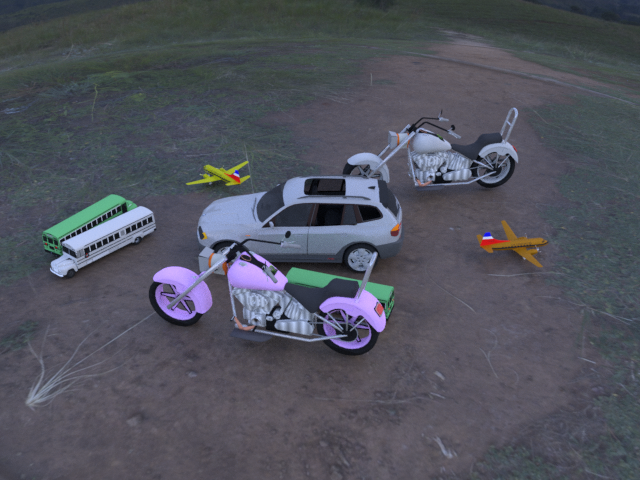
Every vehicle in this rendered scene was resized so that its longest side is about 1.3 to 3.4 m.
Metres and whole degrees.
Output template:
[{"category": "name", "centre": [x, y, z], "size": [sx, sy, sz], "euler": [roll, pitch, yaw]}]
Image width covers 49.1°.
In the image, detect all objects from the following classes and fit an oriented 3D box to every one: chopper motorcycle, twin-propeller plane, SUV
[{"category": "chopper motorcycle", "centre": [-0.695, 0.585, 8.451], "size": [3.040, 1.480, 0.906], "euler": [9, 32, 15]}, {"category": "twin-propeller plane", "centre": [2.909, 0.023, 10.439], "size": [1.095, 0.407, 1.370], "euler": [-5, 31, -9]}, {"category": "SUV", "centre": [-0.286, -0.311, 10.294], "size": [3.058, 1.128, 1.276], "euler": [1, 31, 1]}, {"category": "chopper motorcycle", "centre": [1.906, -1.478, 11.906], "size": [3.040, 1.480, 0.906], "euler": [-4, 31, -6]}, {"category": "twin-propeller plane", "centre": [-1.759, -1.201, 12.490], "size": [1.370, 0.407, 1.095], "euler": [-26, 40, -37]}]

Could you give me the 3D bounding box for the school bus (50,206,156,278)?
[{"category": "school bus", "centre": [-3.222, 0.019, 10.419], "size": [0.365, 0.434, 1.708], "euler": [22, 37, 32]}]

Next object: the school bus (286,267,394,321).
[{"category": "school bus", "centre": [0.119, 0.703, 9.273], "size": [1.708, 0.434, 0.365], "euler": [10, 32, 16]}]

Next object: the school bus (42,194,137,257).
[{"category": "school bus", "centre": [-3.528, -0.279, 10.918], "size": [0.365, 0.434, 1.708], "euler": [16, 35, 25]}]
